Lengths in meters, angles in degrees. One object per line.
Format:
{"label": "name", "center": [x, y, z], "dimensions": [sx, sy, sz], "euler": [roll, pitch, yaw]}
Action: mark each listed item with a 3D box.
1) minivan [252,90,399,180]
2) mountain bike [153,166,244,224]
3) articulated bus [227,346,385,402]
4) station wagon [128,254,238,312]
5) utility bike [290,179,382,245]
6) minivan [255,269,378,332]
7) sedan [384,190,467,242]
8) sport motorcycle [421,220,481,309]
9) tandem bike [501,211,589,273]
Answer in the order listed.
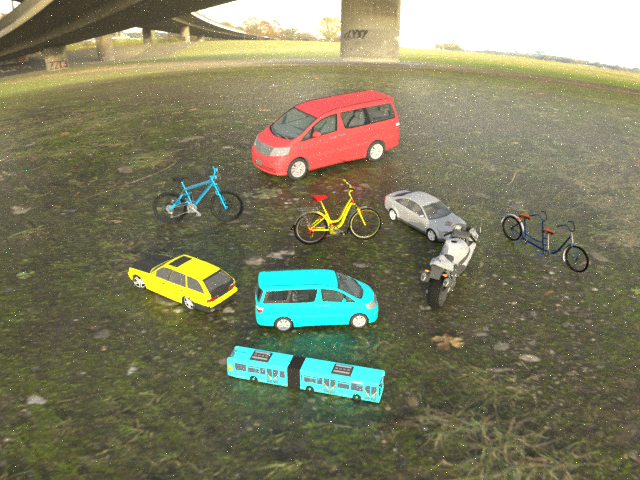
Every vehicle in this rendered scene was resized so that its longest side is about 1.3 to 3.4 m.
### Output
{"label": "minivan", "center": [0.113, -2.110, 13.743], "dimensions": [3.011, 1.197, 1.324], "euler": [-16, 31, -29]}
{"label": "mountain bike", "center": [-1.964, -0.672, 11.265], "dimensions": [1.469, 0.868, 0.573], "euler": [-2, 27, -4]}
{"label": "articulated bus", "center": [-0.159, 1.466, 7.679], "dimensions": [1.749, 0.289, 0.311], "euler": [7, 28, 14]}
{"label": "station wagon", "center": [-1.883, 0.480, 9.423], "dimensions": [1.597, 0.473, 0.682], "euler": [17, 32, 30]}
{"label": "utility bike", "center": [0.241, -0.418, 10.677], "dimensions": [1.435, 0.946, 0.535], "euler": [-5, 27, -10]}
{"label": "minivan", "center": [-0.039, 0.719, 8.793], "dimensions": [1.548, 0.616, 0.681], "euler": [-2, 27, -4]}
{"label": "sedan", "center": [1.690, -0.441, 11.235], "dimensions": [0.635, 0.483, 1.613], "euler": [-17, 32, -30]}
{"label": "sport motorcycle", "center": [1.764, 0.304, 9.387], "dimensions": [0.506, 0.821, 1.520], "euler": [14, 30, 25]}
{"label": "tandem bike", "center": [3.294, -0.087, 10.314], "dimensions": [0.283, 0.682, 1.642], "euler": [-17, 31, -30]}
